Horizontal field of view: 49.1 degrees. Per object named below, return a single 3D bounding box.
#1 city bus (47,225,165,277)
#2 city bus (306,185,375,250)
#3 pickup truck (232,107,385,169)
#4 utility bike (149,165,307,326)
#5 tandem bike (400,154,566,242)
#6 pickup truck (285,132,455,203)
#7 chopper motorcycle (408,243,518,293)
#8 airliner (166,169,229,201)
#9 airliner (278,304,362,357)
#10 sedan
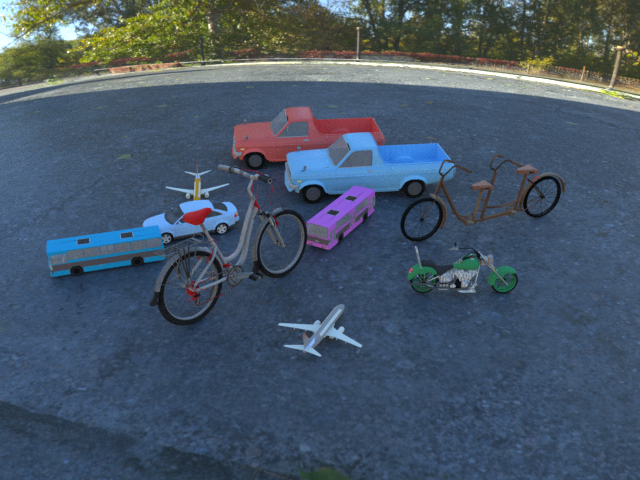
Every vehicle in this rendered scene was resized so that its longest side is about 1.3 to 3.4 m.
[{"bbox_3d":[-3.230,0.177,10.606,1.674,0.460,0.476,-9,29,-16],"label":"city bus"},{"bbox_3d":[0.371,-0.372,11.629,0.476,0.460,1.674,15,32,26],"label":"city bus"},{"bbox_3d":[-0.268,-2.168,14.413,3.117,0.993,1.244,-3,28,-6],"label":"pickup truck"},{"bbox_3d":[-1.242,-0.028,9.529,1.039,1.839,2.791,24,36,37],"label":"utility bike"},{"bbox_3d":[2.750,-0.773,11.461,3.192,1.326,0.550,-11,30,-20],"label":"tandem bike"},{"bbox_3d":[0.891,-1.422,13.023,3.117,0.993,1.244,-4,28,-7],"label":"pickup truck"},{"bbox_3d":[2.021,0.415,9.843,1.563,0.761,0.466,-1,28,-2],"label":"chopper motorcycle"},{"bbox_3d":[-2.264,-1.031,12.888,1.161,0.429,1.307,-4,28,-7],"label":"airliner"},{"bbox_3d":[0.051,1.062,8.988,1.161,0.429,1.307,12,31,21],"label":"airliner"},{"bbox_3d":[-2.146,-0.351,11.565,1.613,0.483,0.635,-11,30,-20],"label":"sedan"}]
